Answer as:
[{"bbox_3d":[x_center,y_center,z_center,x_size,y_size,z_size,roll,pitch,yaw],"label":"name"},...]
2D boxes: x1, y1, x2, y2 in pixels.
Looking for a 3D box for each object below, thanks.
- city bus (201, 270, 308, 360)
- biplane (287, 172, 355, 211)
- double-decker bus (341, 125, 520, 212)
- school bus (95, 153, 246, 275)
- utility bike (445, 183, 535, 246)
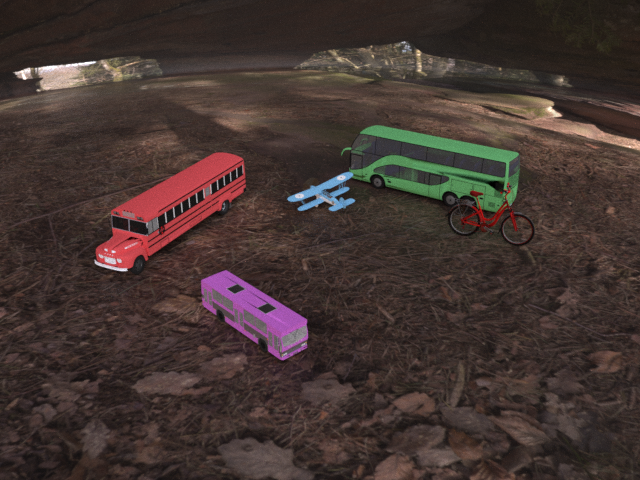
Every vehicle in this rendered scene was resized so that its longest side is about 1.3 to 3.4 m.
[{"bbox_3d":[-0.858,0.939,8.863,0.476,0.460,1.674,-23,35,-37],"label":"city bus"},{"bbox_3d":[0.108,-0.740,12.131,1.336,0.504,1.090,-17,32,-30],"label":"biplane"},{"bbox_3d":[1.951,-1.330,12.691,3.251,1.052,0.756,17,31,30],"label":"double-decker bus"},{"bbox_3d":[-2.331,-0.504,11.288,0.709,0.844,3.322,12,29,23],"label":"school bus"},{"bbox_3d":[2.701,-0.448,11.064,1.435,0.946,0.535,12,29,22],"label":"utility bike"}]
